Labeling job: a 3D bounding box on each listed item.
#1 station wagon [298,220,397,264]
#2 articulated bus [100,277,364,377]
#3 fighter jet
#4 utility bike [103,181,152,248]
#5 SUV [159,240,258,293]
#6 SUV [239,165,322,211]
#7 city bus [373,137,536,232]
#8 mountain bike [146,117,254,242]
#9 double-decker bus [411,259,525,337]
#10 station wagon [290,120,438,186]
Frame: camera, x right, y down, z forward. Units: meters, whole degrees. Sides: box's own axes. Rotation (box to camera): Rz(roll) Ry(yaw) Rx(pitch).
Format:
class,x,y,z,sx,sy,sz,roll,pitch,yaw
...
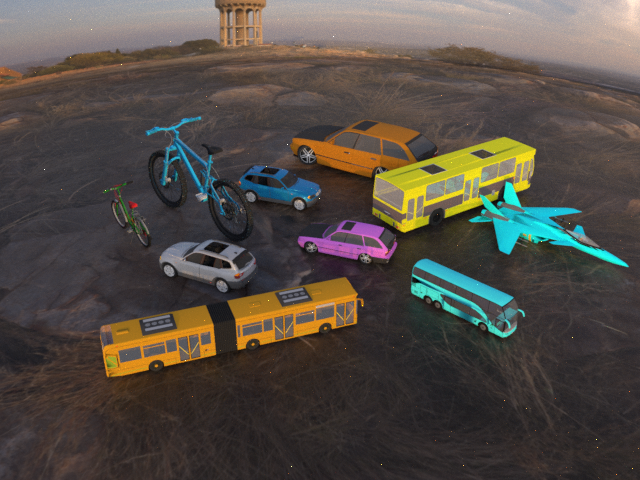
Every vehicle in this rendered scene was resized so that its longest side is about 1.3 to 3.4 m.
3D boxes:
class,x,y,z,sx,sy,sz,roll,pitch,yaw
station wagon,0.430,-0.033,11.389,1.597,0.473,0.682,11,31,18
articulated bus,-1.110,1.120,9.239,3.401,0.561,0.605,-10,31,-18
fighter jet,3.900,-0.213,11.626,2.229,0.557,2.640,-24,37,-36
utility bike,-3.211,-0.430,11.615,0.535,0.946,1.435,-22,36,-34
SUV,-1.714,0.308,10.671,1.572,0.580,0.656,14,32,23
SUV,-0.751,-1.006,13.018,1.572,0.580,0.656,10,31,17
city bus,2.481,-1.015,12.713,3.255,0.894,0.926,-19,34,-30
mountain bike,-2.119,-1.056,11.974,2.857,1.688,1.114,25,38,37
double-decker bus,2.026,0.811,9.813,1.672,0.541,0.389,25,38,38
station wagon,0.857,-1.931,14.321,3.105,0.920,1.327,18,34,29
